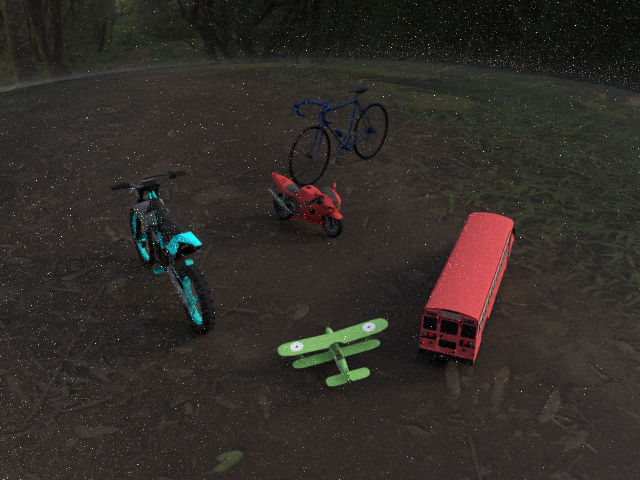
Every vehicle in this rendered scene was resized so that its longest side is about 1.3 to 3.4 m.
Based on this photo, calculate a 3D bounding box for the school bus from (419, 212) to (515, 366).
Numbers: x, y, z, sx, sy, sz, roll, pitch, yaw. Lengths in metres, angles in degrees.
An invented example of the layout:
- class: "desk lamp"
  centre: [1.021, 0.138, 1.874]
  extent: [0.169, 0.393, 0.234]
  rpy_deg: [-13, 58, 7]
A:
- class: "school bus"
  centre: [2.098, 0.464, 9.511]
  extent: [0.709, 0.844, 3.322]
  rpy_deg: [11, 30, 19]

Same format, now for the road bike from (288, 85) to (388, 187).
- class: "road bike"
  centre: [0.423, -2.090, 13.438]
  extent: [0.697, 1.656, 3.004]
  rpy_deg: [22, 35, 35]

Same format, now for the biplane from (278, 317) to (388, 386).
- class: "biplane"
  centre: [0.193, 1.348, 8.215]
  extent: [1.336, 0.504, 1.090]
  rpy_deg: [-6, 29, -12]

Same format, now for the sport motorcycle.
- class: "sport motorcycle"
  centre: [-0.214, -0.590, 11.513]
  extent: [1.520, 0.821, 0.506]
  rpy_deg: [21, 35, 34]

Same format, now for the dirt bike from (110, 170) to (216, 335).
- class: "dirt bike"
  centre: [-2.110, 0.025, 9.460]
  extent: [1.024, 1.666, 2.903]
  rpy_deg: [-16, 32, -28]
